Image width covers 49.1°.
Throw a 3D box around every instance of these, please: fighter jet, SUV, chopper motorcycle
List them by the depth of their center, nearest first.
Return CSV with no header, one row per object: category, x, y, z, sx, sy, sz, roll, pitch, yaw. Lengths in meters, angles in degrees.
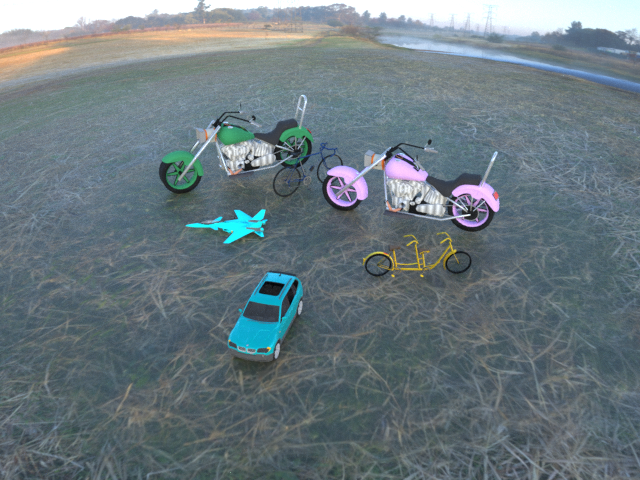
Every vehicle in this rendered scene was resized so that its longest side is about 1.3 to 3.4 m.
SUV,-0.691,0.965,9.222,0.656,0.580,1.572,8,31,14
chopper motorcycle,1.483,-0.988,11.693,3.040,1.480,0.906,12,32,20
fighter jet,-1.583,-0.299,11.694,1.358,0.286,1.147,1,30,2
chopper motorcycle,-1.530,-1.804,13.100,3.040,1.480,0.906,-14,33,-22

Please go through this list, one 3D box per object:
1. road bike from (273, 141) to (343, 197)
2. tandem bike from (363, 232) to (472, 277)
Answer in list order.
road bike,-0.204,-1.304,12.864,1.545,0.852,0.358,-19,35,-29
tandem bike,1.451,0.233,10.382,1.642,0.682,0.283,-2,30,-3
